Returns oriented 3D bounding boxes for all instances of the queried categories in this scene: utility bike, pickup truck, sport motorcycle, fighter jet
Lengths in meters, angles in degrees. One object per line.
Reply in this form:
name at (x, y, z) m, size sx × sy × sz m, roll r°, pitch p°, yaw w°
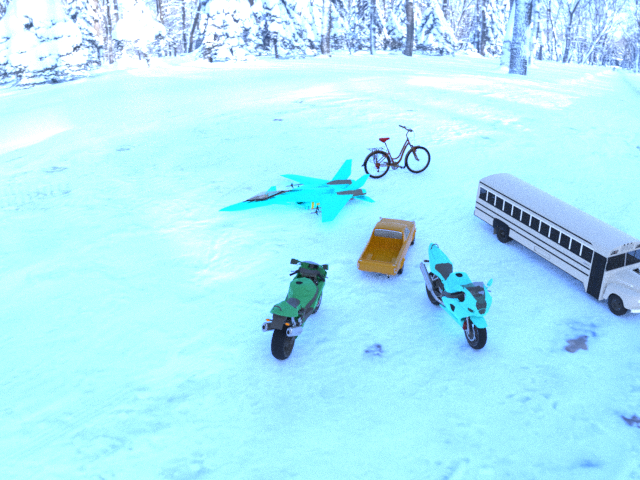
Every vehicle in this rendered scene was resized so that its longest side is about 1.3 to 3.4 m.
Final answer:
utility bike at (1.438, -1.682, 13.287) m, size 1.435 × 0.946 × 0.535 m, roll -8°, pitch 28°, yaw -16°
pickup truck at (1.009, 0.044, 10.337) m, size 0.640 × 0.511 × 1.603 m, roll 8°, pitch 28°, yaw 15°
sport motorcycle at (-0.259, 0.796, 8.495) m, size 0.506 × 0.821 × 1.520 m, roll 9°, pitch 28°, yaw 17°
fighter jet at (-0.469, -0.849, 12.063) m, size 2.640 × 0.557 × 2.229 m, roll -10°, pitch 28°, yaw -19°
sport motorcycle at (1.690, 0.684, 8.718) m, size 0.506 × 0.821 × 1.520 m, roll -8°, pitch 28°, yaw -15°

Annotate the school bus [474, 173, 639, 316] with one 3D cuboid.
school bus at (3.510, -0.030, 10.114) m, size 0.709 × 0.844 × 3.322 m, roll -12°, pitch 29°, yaw -22°
